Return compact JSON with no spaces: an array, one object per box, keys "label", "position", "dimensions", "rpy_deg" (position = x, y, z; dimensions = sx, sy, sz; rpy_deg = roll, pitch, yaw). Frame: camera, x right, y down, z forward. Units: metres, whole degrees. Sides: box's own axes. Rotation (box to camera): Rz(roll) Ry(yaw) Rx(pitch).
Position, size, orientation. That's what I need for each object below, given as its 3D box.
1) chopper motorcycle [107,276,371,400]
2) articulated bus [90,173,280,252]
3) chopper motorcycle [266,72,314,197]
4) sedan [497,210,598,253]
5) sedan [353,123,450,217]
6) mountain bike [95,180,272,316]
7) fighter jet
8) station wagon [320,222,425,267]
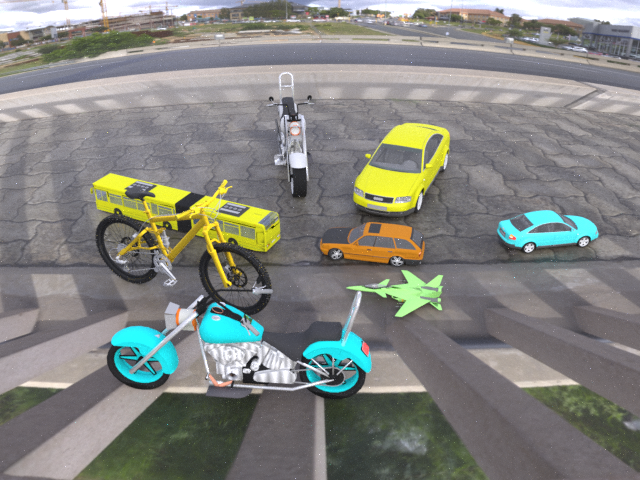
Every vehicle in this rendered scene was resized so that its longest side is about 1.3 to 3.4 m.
[{"label":"chopper motorcycle","position":[-0.935,1.126,7.860],"dimensions":[3.040,1.480,0.906],"rpy_deg":[3,31,5]},{"label":"articulated bus","position":[-2.253,-0.479,11.478],"dimensions":[3.401,0.561,0.605],"rpy_deg":[14,33,22]},{"label":"chopper motorcycle","position":[-0.526,-2.031,13.202],"dimensions":[0.906,1.480,3.040],"rpy_deg":[-4,31,-6]},{"label":"sedan","position":[3.617,-0.187,11.060],"dimensions":[1.613,0.483,0.635],"rpy_deg":[-6,31,-9]},{"label":"sedan","position":[1.535,-1.430,12.716],"dimensions":[1.235,0.940,3.137],"rpy_deg":[12,33,19]},{"label":"mountain bike","position":[-1.930,0.075,9.434],"dimensions":[2.857,1.688,1.114],"rpy_deg":[14,33,22]},{"label":"fighter jet","position":[1.043,0.665,9.813],"dimensions":[1.358,0.286,1.147],"rpy_deg":[5,31,9]},{"label":"station wagon","position":[0.798,0.015,10.729],"dimensions":[1.597,0.473,0.682],"rpy_deg":[6,31,10]}]
